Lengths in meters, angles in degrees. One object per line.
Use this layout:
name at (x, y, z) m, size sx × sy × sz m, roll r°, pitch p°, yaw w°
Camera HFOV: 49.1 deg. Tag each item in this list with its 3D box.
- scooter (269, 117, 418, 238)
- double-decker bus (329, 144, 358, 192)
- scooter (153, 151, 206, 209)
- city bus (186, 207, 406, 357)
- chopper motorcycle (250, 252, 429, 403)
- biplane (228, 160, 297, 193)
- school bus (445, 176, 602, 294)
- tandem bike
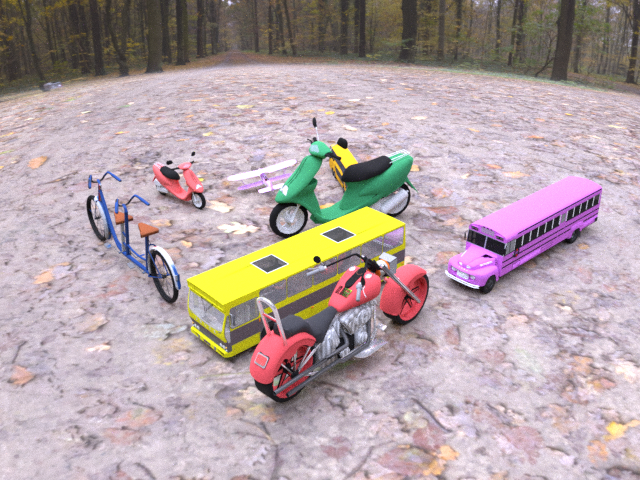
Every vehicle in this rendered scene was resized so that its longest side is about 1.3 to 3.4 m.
scooter at (0.427, -1.037, 11.583) m, size 2.721 × 1.786 × 1.288 m, roll -11°, pitch 30°, yaw -21°
double-decker bus at (0.518, -1.334, 13.498) m, size 0.389 × 0.541 × 1.672 m, roll -6°, pitch 28°, yaw -11°
scooter at (-2.582, -1.126, 12.692) m, size 1.399 × 0.919 × 0.662 m, roll 21°, pitch 34°, yaw 34°
city bus at (-0.210, 0.513, 9.575) m, size 3.255 × 0.894 × 0.926 m, roll -23°, pitch 35°, yaw -37°
chopper motorcycle at (0.366, 0.798, 8.396) m, size 0.906 × 1.480 × 3.040 m, roll 23°, pitch 35°, yaw 37°
biplane at (-1.035, -1.121, 13.131) m, size 1.336 × 0.504 × 1.090 m, roll -9°, pitch 29°, yaw -16°
school bus at (3.224, -0.147, 10.895) m, size 3.322 × 0.844 × 0.709 m, roll -23°, pitch 35°, yaw -37°
tandem bike at (-2.867, -0.149, 10.378) m, size 0.550 × 1.326 × 3.192 m, roll -20°, pitch 33°, yaw -33°
